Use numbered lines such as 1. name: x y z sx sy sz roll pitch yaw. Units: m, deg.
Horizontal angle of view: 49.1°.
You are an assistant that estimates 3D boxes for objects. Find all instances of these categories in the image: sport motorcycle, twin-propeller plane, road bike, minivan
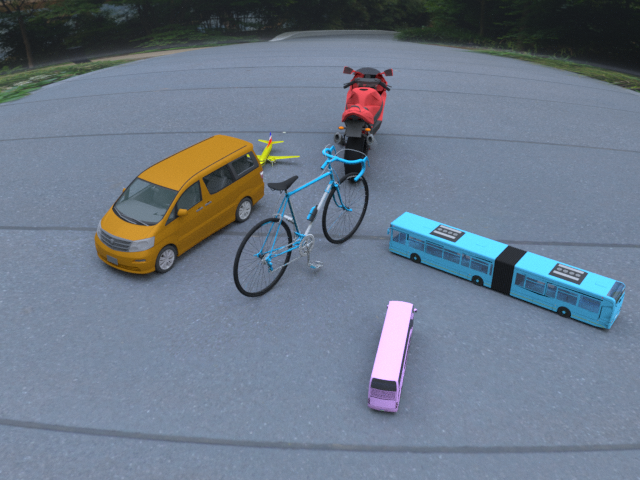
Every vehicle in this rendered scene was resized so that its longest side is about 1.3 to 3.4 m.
1. sport motorcycle: 0.816 -2.301 13.450 0.983 1.596 2.955 5 31 8
2. twin-propeller plane: -1.055 -1.739 13.668 1.370 0.407 1.095 4 31 7
3. road bike: -0.182 -0.333 10.097 0.697 1.656 3.004 23 38 33
4. minivan: -2.170 -0.621 11.026 1.324 1.197 3.011 19 36 28

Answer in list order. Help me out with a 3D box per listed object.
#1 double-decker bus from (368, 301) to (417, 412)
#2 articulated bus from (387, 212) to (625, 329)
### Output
1. double-decker bus: 0.878 1.327 8.404 0.389 0.541 1.672 7 31 11
2. articulated bus: 2.522 0.366 9.993 3.401 0.561 0.605 21 37 31
